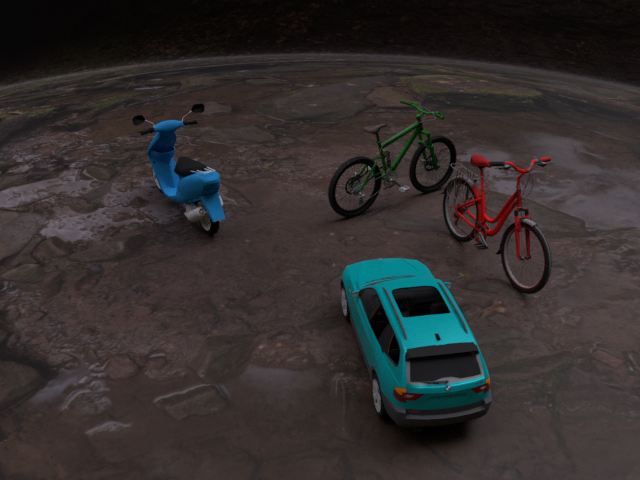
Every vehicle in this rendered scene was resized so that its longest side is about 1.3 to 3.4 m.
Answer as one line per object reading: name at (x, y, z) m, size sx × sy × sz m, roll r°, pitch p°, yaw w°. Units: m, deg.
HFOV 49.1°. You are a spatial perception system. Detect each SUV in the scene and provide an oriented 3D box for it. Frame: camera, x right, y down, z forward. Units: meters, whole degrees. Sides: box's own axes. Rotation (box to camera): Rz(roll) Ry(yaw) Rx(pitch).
SUV at (1.075, 0.983, 8.498) m, size 1.276 × 1.128 × 3.058 m, roll -5°, pitch 29°, yaw -8°

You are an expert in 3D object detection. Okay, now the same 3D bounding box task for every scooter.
scooter at (-2.351, -1.269, 11.882) m, size 1.288 × 1.786 × 2.721 m, roll -18°, pitch 34°, yaw -29°

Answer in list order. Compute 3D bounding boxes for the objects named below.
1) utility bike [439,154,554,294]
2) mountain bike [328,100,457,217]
utility bike at (2.666, -0.507, 10.453) m, size 1.039 × 1.839 × 2.791 m, roll -11°, pitch 31°, yaw -20°
mountain bike at (1.340, -1.400, 12.220) m, size 2.857 × 1.688 × 1.114 m, roll -18°, pitch 34°, yaw -29°
